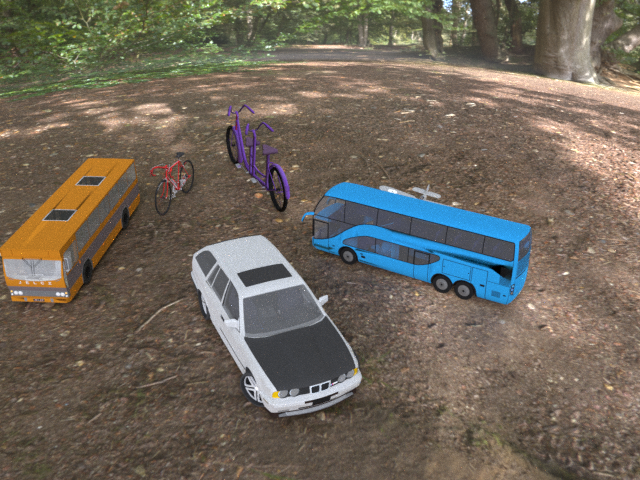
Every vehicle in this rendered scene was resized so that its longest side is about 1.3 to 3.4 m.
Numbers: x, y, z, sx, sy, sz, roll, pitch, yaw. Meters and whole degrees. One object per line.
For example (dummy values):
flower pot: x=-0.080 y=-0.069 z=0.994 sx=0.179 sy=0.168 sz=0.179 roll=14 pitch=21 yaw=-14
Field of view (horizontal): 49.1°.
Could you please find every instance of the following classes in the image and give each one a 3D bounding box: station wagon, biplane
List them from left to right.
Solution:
station wagon: x=-0.625 y=0.833 z=8.386 sx=1.327 sy=0.920 sz=3.105 roll=-12 pitch=30 yaw=-22
biplane: x=1.666 y=-0.607 z=11.589 sx=1.336 sy=0.504 sz=1.090 roll=11 pitch=30 yaw=21

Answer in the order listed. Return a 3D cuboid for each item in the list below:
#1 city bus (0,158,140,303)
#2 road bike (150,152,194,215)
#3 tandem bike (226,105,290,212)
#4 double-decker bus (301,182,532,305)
city bus: x=-3.571 y=-0.226 z=10.440 sx=0.926 sy=0.894 sz=3.255 roll=2 pitch=28 yaw=3
road bike: x=-2.495 y=-1.032 z=12.028 sx=0.358 sy=0.852 sz=1.545 roll=7 pitch=28 yaw=13
tandem bike: x=-1.186 y=-1.571 z=12.546 sx=0.550 sy=1.326 sz=3.192 roll=-12 pitch=30 yaw=-22
double-decker bus: x=1.295 y=-0.023 z=9.881 sx=3.251 sy=1.052 sz=0.756 roll=16 pitch=32 yaw=28
